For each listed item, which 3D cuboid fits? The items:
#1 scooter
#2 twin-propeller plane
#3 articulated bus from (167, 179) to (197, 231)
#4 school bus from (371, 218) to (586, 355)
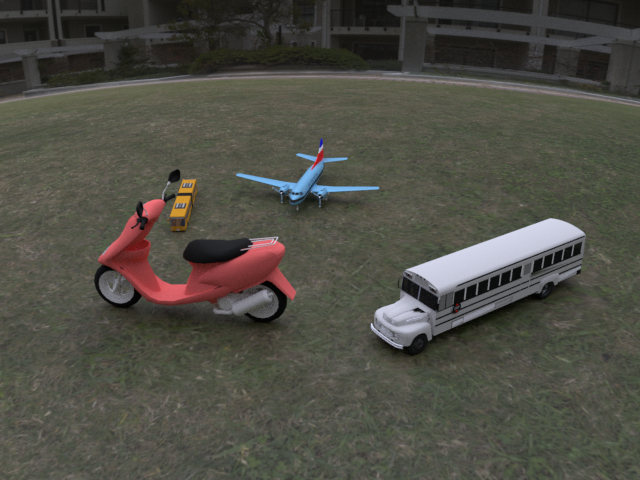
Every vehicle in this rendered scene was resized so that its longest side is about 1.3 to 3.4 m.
[{"bbox_3d":[-1.652,0.169,8.831,2.721,1.786,1.288,5,27,10],"label":"scooter"},{"bbox_3d":[-0.200,-1.192,12.724,2.663,0.792,2.129,7,27,13],"label":"twin-propeller plane"},{"bbox_3d":[-2.359,-0.635,12.162,0.311,0.289,1.749,-1,26,-2],"label":"articulated bus"},{"bbox_3d":[2.122,0.537,9.150,3.322,0.844,0.709,-17,31,-31],"label":"school bus"}]
